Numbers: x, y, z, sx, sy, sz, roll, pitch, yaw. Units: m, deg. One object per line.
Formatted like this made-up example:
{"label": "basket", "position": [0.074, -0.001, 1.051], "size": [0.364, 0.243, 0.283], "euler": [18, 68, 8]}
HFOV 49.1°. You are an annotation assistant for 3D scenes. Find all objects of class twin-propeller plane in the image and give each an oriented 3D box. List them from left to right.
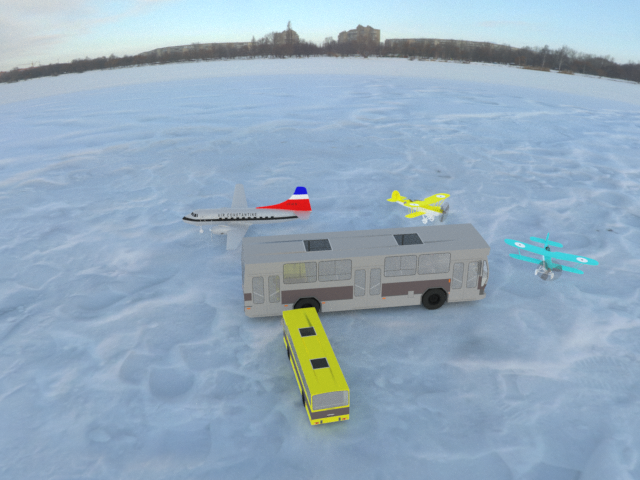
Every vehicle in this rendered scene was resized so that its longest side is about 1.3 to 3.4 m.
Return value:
{"label": "twin-propeller plane", "position": [-1.198, -0.489, 11.453], "size": [2.129, 0.792, 2.663], "euler": [-1, 26, -3]}

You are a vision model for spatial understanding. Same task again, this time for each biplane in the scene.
{"label": "biplane", "position": [1.693, -0.593, 11.993], "size": [1.090, 0.504, 1.336], "euler": [19, 32, 34]}
{"label": "biplane", "position": [3.370, 0.230, 10.305], "size": [1.336, 0.504, 1.090], "euler": [6, 27, 12]}

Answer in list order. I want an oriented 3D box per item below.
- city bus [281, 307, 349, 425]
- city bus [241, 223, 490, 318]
{"label": "city bus", "position": [-0.076, 1.402, 7.953], "size": [0.476, 0.460, 1.674], "euler": [-6, 27, -12]}
{"label": "city bus", "position": [0.584, 0.430, 9.452], "size": [3.255, 0.894, 0.926], "euler": [-4, 26, -7]}
